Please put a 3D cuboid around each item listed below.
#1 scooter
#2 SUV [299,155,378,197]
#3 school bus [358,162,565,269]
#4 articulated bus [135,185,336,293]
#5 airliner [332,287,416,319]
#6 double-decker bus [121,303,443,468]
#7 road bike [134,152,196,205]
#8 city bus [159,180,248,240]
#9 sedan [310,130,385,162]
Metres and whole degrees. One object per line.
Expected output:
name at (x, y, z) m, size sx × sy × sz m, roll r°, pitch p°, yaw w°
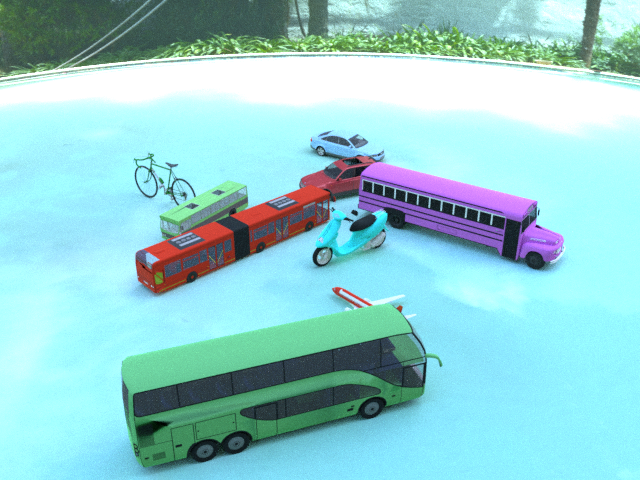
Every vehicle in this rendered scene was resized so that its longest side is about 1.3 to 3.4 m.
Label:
scooter at (0.476, -0.166, 10.385) m, size 1.399 × 0.919 × 0.662 m, roll -18°, pitch 33°, yaw -29°
SUV at (0.404, -1.120, 12.531) m, size 1.572 × 0.580 × 0.656 m, roll -12°, pitch 30°, yaw -21°
school bus at (2.174, -0.437, 10.971) m, size 3.322 × 0.844 × 0.709 m, roll 18°, pitch 33°, yaw 30°
articulated bus at (-1.174, -0.086, 10.615) m, size 3.401 × 0.561 × 0.605 m, roll -24°, pitch 37°, yaw -38°
airliner at (0.602, 0.787, 9.119) m, size 1.161 × 0.429 × 1.307 m, roll -23°, pitch 35°, yaw -36°
double-decker bus at (-0.352, 1.438, 7.239) m, size 3.251 × 1.052 × 0.756 m, roll -10°, pitch 30°, yaw -18°
road bike at (-2.684, -1.005, 12.027) m, size 1.545 × 0.852 × 0.358 m, roll 19°, pitch 34°, yaw 32°
city bus at (-1.857, -0.454, 11.412) m, size 0.476 × 0.460 × 1.674 m, roll 17°, pitch 33°, yaw 29°
sedan at (0.555, -1.922, 14.136) m, size 1.613 × 0.483 × 0.635 m, roll 17°, pitch 32°, yaw 28°
